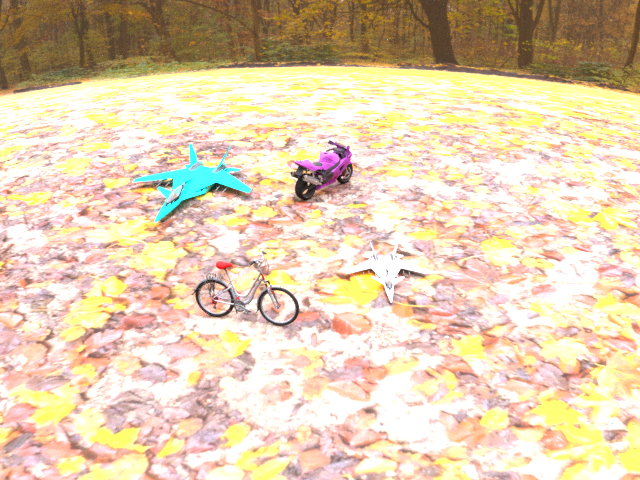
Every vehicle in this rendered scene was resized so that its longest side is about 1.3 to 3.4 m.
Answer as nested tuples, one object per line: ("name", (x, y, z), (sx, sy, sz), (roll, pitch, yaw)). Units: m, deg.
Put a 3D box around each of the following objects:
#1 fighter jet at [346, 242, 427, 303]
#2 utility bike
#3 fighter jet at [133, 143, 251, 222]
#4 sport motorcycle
("fighter jet", (0.940, 0.440, 9.771), (1.147, 0.286, 1.358), (0, 27, 0))
("utility bike", (-0.938, 0.572, 8.770), (1.435, 0.946, 0.535), (6, 27, 13))
("fighter jet", (-2.366, -1.013, 12.373), (2.229, 0.557, 2.640), (6, 27, 12))
("sport motorcycle", (0.085, -1.259, 12.569), (0.506, 0.821, 1.520), (22, 34, 37))
